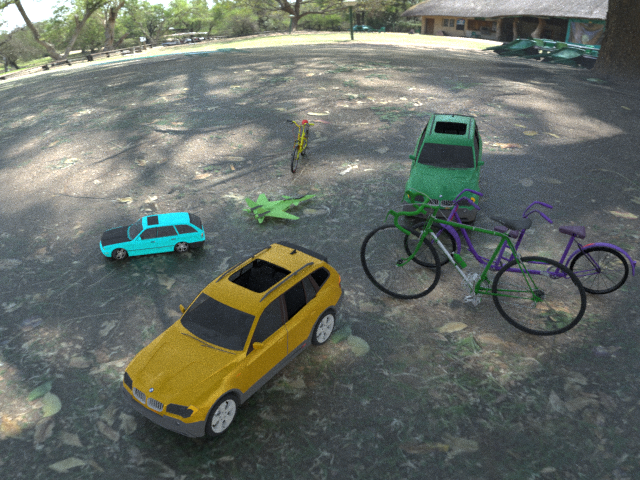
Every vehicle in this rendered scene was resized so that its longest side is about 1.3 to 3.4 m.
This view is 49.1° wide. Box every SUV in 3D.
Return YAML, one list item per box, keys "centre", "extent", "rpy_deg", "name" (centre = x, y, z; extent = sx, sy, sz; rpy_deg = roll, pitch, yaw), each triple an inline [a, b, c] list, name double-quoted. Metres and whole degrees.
- centre: [2.240, -1.354, 12.407]
  extent: [1.276, 1.128, 3.058]
  rpy_deg: [7, 31, 11]
  name: "SUV"
- centre: [-0.933, 1.025, 8.310]
  extent: [1.276, 1.128, 3.058]
  rpy_deg: [20, 36, 30]
  name: "SUV"

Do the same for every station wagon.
- centre: [-2.612, -0.099, 10.898]
  extent: [1.597, 0.473, 0.682]
  rpy_deg: [-7, 31, -12]
  name: "station wagon"

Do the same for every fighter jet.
- centre: [-0.618, -0.677, 12.080]
  extent: [1.358, 0.286, 1.147]
  rpy_deg: [-20, 36, -30]
  name: "fighter jet"

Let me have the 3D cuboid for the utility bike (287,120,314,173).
- centre: [-0.336, -1.926, 13.573]
  extent: [0.535, 0.946, 1.435]
  rpy_deg: [6, 31, 9]
  name: "utility bike"

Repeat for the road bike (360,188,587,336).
- centre: [1.913, 0.298, 9.037]
  extent: [3.004, 1.656, 0.697]
  rpy_deg: [14, 33, 22]
  name: "road bike"

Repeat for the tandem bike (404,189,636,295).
- centre: [2.769, 0.023, 9.839]
  extent: [3.192, 1.326, 0.550]
  rpy_deg: [9, 31, 15]
  name: "tandem bike"
